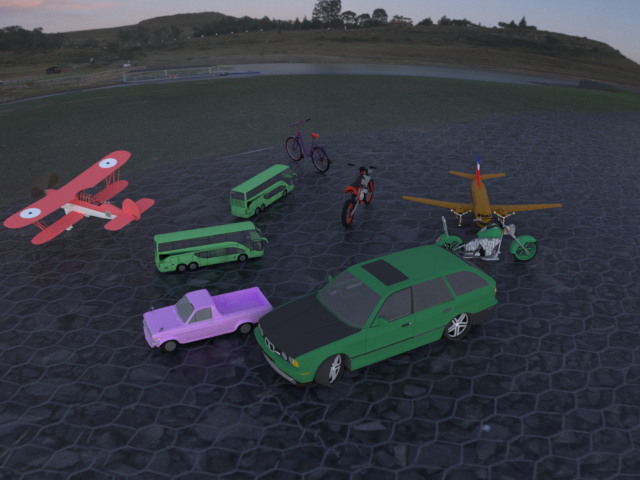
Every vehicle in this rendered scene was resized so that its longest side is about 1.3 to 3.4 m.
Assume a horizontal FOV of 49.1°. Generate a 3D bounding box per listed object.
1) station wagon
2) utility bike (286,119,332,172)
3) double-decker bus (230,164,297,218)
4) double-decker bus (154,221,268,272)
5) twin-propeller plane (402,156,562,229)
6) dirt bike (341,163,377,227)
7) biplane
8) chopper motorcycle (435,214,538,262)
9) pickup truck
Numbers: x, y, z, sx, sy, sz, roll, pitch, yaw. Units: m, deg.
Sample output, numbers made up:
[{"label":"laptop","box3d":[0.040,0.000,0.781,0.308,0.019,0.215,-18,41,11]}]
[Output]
[{"label":"station wagon","box3d":[0.720,0.805,8.641,3.105,0.920,1.327,-15,30,-27]},{"label":"utility bike","box3d":[-0.287,-1.904,14.113,0.535,0.946,1.435,-21,33,-36]},{"label":"double-decker bus","box3d":[-0.998,-0.902,12.537,0.389,0.541,1.672,14,29,25]},{"label":"double-decker bus","box3d":[-1.634,0.093,10.517,1.672,0.541,0.389,-9,28,-18]},{"label":"twin-propeller plane","box3d":[2.764,-0.796,12.038,2.663,0.792,2.129,3,26,7]},{"label":"dirt bike","box3d":[0.660,-0.834,12.041,0.527,0.857,1.493,10,28,20]},{"label":"biplane","box3d":[-3.742,-0.550,11.324,2.120,0.981,2.598,14,29,25]},{"label":"chopper motorcycle","box3d":[2.508,-0.020,10.497,1.563,0.761,0.466,-2,26,-3]},{"label":"pickup truck","box3d":[-1.417,0.929,8.854,1.603,0.511,0.640,-11,28,-22]}]
